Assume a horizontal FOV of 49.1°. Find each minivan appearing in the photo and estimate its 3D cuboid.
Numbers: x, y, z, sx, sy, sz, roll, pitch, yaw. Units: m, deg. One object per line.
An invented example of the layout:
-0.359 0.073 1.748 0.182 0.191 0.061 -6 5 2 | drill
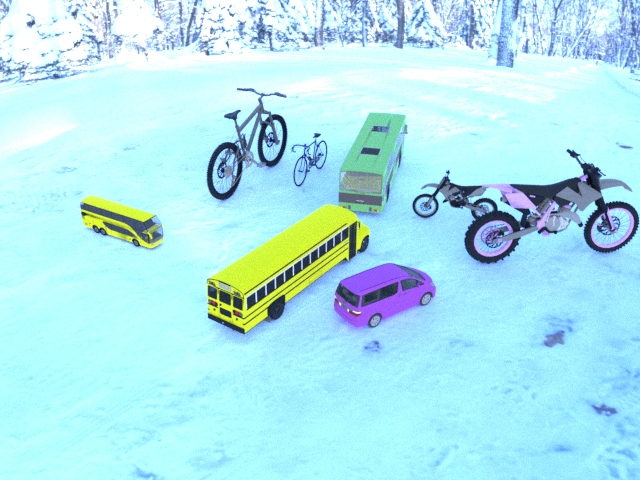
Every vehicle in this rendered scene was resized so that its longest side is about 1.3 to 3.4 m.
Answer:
0.952 0.703 9.928 1.548 0.616 0.681 -19 34 -30 | minivan

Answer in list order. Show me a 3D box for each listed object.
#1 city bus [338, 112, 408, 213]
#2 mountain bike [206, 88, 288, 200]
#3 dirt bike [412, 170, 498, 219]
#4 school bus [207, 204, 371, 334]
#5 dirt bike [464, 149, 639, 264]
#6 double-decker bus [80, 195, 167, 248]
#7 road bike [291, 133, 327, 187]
1.078 -1.549 13.720 0.926 0.894 3.255 6 30 11 | city bus
-1.361 -1.928 13.586 1.114 1.688 2.857 14 32 23 | mountain bike
2.382 -0.733 12.281 1.493 0.857 0.527 4 29 7 | dirt bike
-0.315 0.278 10.463 0.709 0.844 3.322 19 34 30 | school bus
3.692 -0.456 10.942 2.903 1.666 1.024 -4 29 -8 | dirt bike
-3.340 -0.302 11.827 1.672 0.541 0.389 16 33 27 | double-decker bus
-0.179 -1.656 13.958 0.358 0.852 1.545 13 31 22 | road bike
